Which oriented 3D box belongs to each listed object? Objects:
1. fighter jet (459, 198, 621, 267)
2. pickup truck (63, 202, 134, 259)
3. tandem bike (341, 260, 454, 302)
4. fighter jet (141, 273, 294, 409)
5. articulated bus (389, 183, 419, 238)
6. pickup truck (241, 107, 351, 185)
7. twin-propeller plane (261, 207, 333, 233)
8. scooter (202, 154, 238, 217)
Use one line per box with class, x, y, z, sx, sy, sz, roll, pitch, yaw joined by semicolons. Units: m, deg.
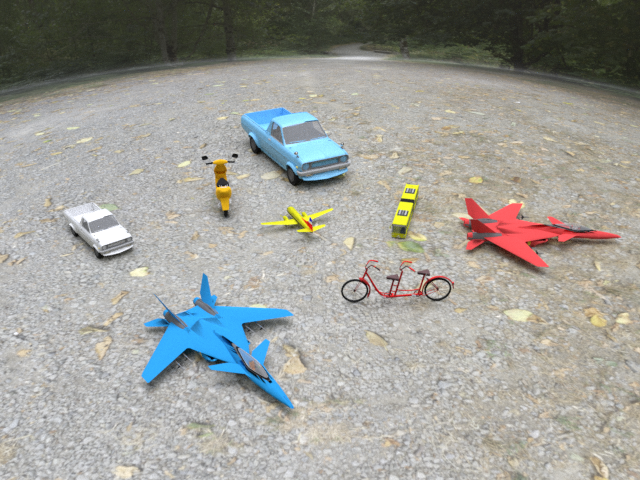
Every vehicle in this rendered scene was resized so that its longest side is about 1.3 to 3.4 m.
fighter jet;3.726;-0.241;11.702;2.640;0.557;2.229;2;29;3
pickup truck;-3.732;-0.238;11.743;0.640;0.511;1.603;-22;36;-33
tandem bike;1.123;0.603;10.061;1.642;0.682;0.283;-1;29;-2
fighter jet;-1.146;1.307;8.927;2.229;0.557;2.640;-22;36;-34
articulated bus;1.535;-0.547;12.525;0.311;0.289;1.749;7;30;12
pickup truck;-0.584;-2.140;14.656;1.244;0.993;3.117;-15;32;-24
twin-propeller plane;-0.348;-0.399;12.137;1.370;0.407;1.095;-13;32;-22
scooter;-1.791;-1.071;12.816;0.662;0.919;1.399;-5;30;-10
